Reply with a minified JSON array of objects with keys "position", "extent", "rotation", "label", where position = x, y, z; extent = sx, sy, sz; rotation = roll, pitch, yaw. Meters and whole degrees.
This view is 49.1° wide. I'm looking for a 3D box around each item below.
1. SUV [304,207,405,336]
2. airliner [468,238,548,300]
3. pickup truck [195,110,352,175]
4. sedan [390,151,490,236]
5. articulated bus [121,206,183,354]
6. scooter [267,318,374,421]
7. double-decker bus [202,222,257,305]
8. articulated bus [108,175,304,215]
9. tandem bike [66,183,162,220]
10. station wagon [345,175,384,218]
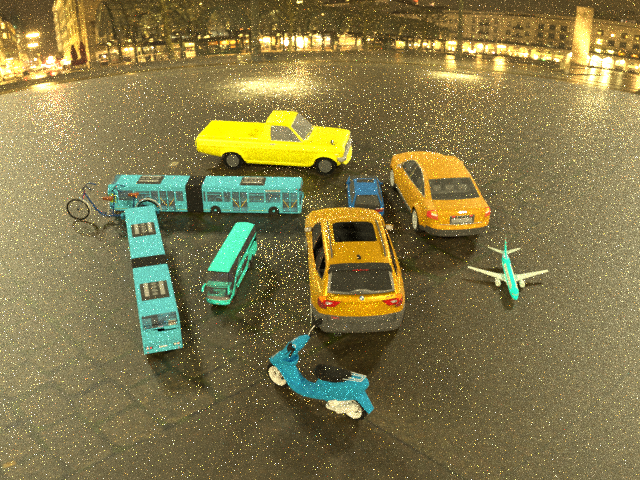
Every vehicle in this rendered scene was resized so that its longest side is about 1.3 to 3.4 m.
[{"position":[0.433,0.190,9.822],"extent":[1.276,1.128,3.058],"rotation":[-1,28,-3],"label":"SUV"},{"position":[2.758,0.408,10.158],"extent":[1.161,0.429,1.307],"rotation":[2,28,5],"label":"airliner"},{"position":[-0.907,-2.054,14.204],"extent":[3.117,0.993,1.244],"rotation":[4,28,8],"label":"pickup truck"},{"position":[2.027,-1.008,12.285],"extent":[1.235,0.940,3.137],"rotation":[-3,28,-6],"label":"sedan"},{"position":[-2.420,0.429,9.977],"extent":[0.605,0.561,3.401],"rotation":[-8,29,-15],"label":"articulated bus"},{"position":[-0.029,1.432,7.701],"extent":[1.399,0.919,0.662],"rotation":[17,32,29],"label":"scooter"},{"position":[-1.276,0.336,10.175],"extent":[0.389,0.541,1.672],"rotation":[4,28,8],"label":"double-decker bus"},{"position":[-1.970,-0.804,12.304],"extent":[3.401,0.561,0.605],"rotation":[1,28,2],"label":"articulated bus"},{"position":[-3.502,-0.633,11.854],"extent":[1.642,0.682,0.283],"rotation":[1,28,1],"label":"tandem bike"},{"position":[0.800,-0.858,12.500],"extent":[0.682,0.473,1.597],"rotation":[0,28,0],"label":"station wagon"}]
